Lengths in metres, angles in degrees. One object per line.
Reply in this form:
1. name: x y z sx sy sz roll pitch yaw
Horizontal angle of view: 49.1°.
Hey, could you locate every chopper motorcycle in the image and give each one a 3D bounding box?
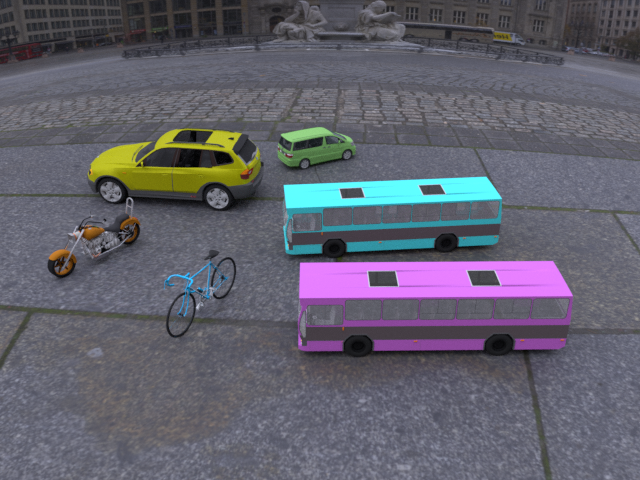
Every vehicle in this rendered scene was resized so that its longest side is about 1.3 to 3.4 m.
1. chopper motorcycle: -3.340 -0.046 10.378 0.466 0.761 1.563 23 37 34

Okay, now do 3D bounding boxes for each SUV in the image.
1. SUV: -2.520 -1.331 12.239 3.058 1.128 1.276 4 30 7

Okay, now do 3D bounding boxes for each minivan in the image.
1. minivan: -0.042 -1.847 13.647 1.548 0.616 0.681 -15 33 -24

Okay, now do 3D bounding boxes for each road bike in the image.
1. road bike: -1.532 0.622 9.130 0.358 0.852 1.545 14 33 23

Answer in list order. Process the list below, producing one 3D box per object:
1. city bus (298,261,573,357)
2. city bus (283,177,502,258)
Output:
1. city bus: 1.355 0.849 8.693 3.255 0.894 0.926 0 30 -1
2. city bus: 1.071 -0.347 10.766 3.255 0.894 0.926 -3 30 -5
